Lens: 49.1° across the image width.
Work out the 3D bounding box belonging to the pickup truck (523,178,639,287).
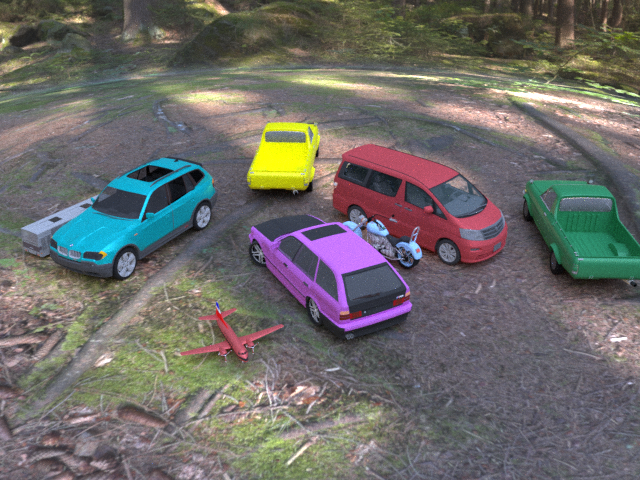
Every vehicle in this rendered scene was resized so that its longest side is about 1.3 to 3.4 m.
[{"bbox_3d":[4.115,-0.294,11.055,1.244,0.993,3.117,1,27,2],"label":"pickup truck"}]

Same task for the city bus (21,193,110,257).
[{"bbox_3d":[-4.062,-0.247,11.547,0.476,0.460,1.674,16,32,29],"label":"city bus"}]

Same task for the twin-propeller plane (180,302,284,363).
[{"bbox_3d":[-1.130,1.179,8.840,1.370,0.407,1.095,-13,30,-24],"label":"twin-propeller plane"}]

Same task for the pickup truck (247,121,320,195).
[{"bbox_3d":[-0.671,-1.761,13.900,1.244,0.993,3.117,2,27,3],"label":"pickup truck"}]

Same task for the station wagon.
[{"bbox_3d":[0.024,0.258,10.065,1.327,0.920,3.105,-14,30,-25],"label":"station wagon"}]

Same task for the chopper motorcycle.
[{"bbox_3d":[0.921,-0.074,10.882,1.563,0.761,0.466,23,35,37],"label":"chopper motorcycle"}]

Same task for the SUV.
[{"bbox_3d":[-2.909,-0.453,11.216,1.276,1.128,3.058,14,30,25],"label":"SUV"}]

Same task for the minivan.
[{"bbox_3d":[1.620,-0.643,11.509,3.011,1.197,1.324,23,35,37],"label":"minivan"}]
